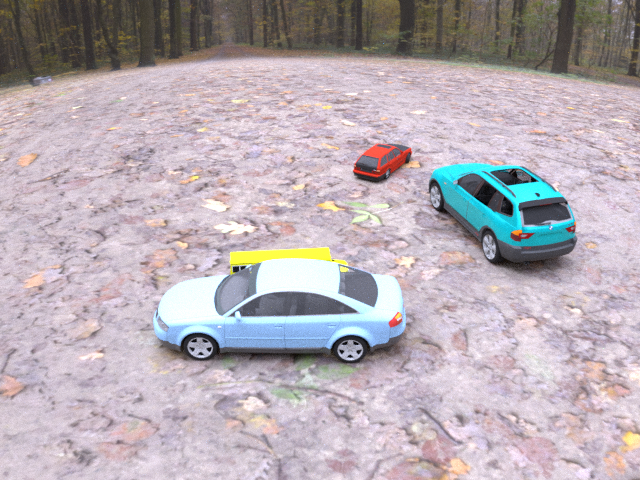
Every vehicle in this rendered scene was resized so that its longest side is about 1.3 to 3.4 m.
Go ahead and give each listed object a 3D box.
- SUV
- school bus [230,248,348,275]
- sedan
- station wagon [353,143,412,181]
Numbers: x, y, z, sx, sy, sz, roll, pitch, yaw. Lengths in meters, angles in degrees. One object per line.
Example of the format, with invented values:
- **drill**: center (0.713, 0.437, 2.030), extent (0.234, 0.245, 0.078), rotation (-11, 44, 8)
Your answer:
- **SUV**: center (2.844, -0.660, 11.210), extent (1.276, 1.128, 3.058), rotation (-8, 29, -15)
- **school bus**: center (-0.429, 0.375, 10.012), extent (1.708, 0.434, 0.365), rotation (-3, 28, -5)
- **sedan**: center (-0.503, 0.791, 8.698), extent (3.137, 0.940, 1.235), rotation (0, 28, 1)
- **station wagon**: center (1.260, -1.626, 13.709), extent (0.682, 0.473, 1.597), rotation (16, 32, 27)
